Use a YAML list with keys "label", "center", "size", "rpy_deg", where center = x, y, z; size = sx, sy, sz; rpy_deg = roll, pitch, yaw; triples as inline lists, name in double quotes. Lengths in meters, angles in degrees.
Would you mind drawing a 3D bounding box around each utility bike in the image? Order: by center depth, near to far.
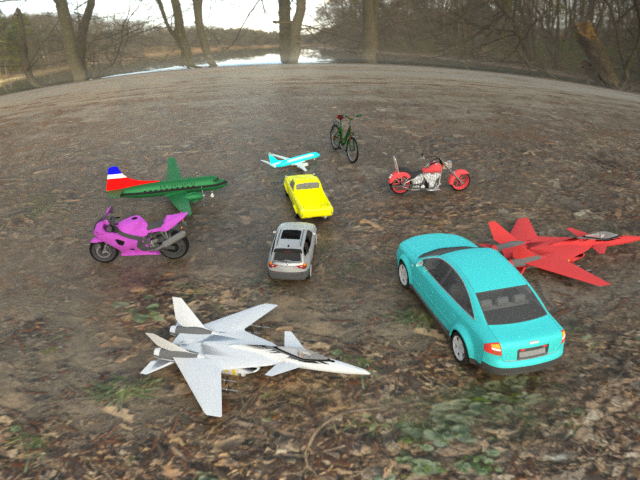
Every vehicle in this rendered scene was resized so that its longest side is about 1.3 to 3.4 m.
- label: "utility bike"
  center: [0.541, -2.205, 14.469]
  size: [0.535, 0.946, 1.435]
  rpy_deg: [-11, 30, -20]

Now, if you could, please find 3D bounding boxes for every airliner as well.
- label: "airliner"
  center: [-0.516, -1.682, 14.035]
  size: [1.307, 0.429, 1.161]
  rpy_deg: [-21, 34, -33]

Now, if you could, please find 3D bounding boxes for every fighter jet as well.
- label: "fighter jet"
  center: [-0.696, 1.271, 8.338]
  size: [2.640, 0.557, 2.229]
  rpy_deg: [6, 29, 11]
- label: "fighter jet"
  center: [3.894, -0.012, 10.755]
  size: [2.640, 0.557, 2.229]
  rpy_deg: [-8, 29, -14]

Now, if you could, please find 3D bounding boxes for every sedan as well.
- label: "sedan"
  center: [1.979, 0.597, 9.199]
  size: [1.235, 0.940, 3.137]
  rpy_deg: [-8, 29, -14]

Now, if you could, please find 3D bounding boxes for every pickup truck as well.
- label: "pickup truck"
  center: [-0.223, -0.815, 12.315]
  size: [0.640, 0.511, 1.603]
  rpy_deg: [-6, 29, -11]

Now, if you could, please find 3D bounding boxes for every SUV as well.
- label: "SUV"
  center: [-0.405, 0.074, 10.566]
  size: [0.656, 0.580, 1.572]
  rpy_deg: [2, 28, 4]

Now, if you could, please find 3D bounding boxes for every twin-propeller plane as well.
- label: "twin-propeller plane"
  center: [-2.697, -1.027, 12.416]
  size: [2.129, 0.792, 2.663]
  rpy_deg: [-8, 29, -14]

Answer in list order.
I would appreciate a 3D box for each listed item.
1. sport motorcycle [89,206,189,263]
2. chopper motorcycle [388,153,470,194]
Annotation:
- label: "sport motorcycle"
  center: [-2.725, -0.056, 10.556]
  size: [1.520, 0.821, 0.506]
  rpy_deg: [-3, 28, -6]
- label: "chopper motorcycle"
  center: [2.013, -1.219, 12.810]
  size: [1.563, 0.761, 0.466]
  rpy_deg: [-5, 28, -10]
